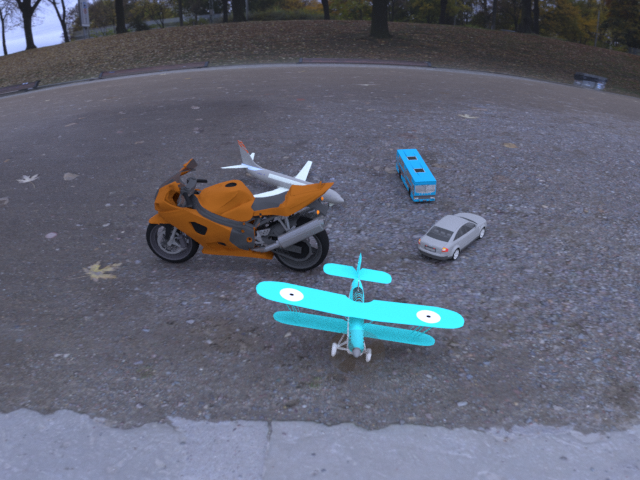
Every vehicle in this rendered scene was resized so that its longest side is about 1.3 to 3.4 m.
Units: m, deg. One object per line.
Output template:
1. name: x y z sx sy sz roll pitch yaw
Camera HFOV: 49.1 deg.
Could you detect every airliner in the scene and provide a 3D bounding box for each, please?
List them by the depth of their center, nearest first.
1. airliner: -0.607 -1.253 13.267 2.541 0.835 2.257 18 33 30

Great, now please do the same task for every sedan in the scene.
1. sedan: 2.223 -0.146 11.592 0.635 0.483 1.613 21 35 33

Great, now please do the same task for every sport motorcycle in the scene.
1. sport motorcycle: -1.264 -0.298 10.705 2.955 1.596 0.983 3 29 6

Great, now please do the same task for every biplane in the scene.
1. biplane: 0.523 0.897 9.143 2.598 0.981 2.120 1 28 3

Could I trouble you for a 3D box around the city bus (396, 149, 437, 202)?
1. city bus: 1.855 -1.265 13.684 0.476 0.460 1.674 -3 29 -5
